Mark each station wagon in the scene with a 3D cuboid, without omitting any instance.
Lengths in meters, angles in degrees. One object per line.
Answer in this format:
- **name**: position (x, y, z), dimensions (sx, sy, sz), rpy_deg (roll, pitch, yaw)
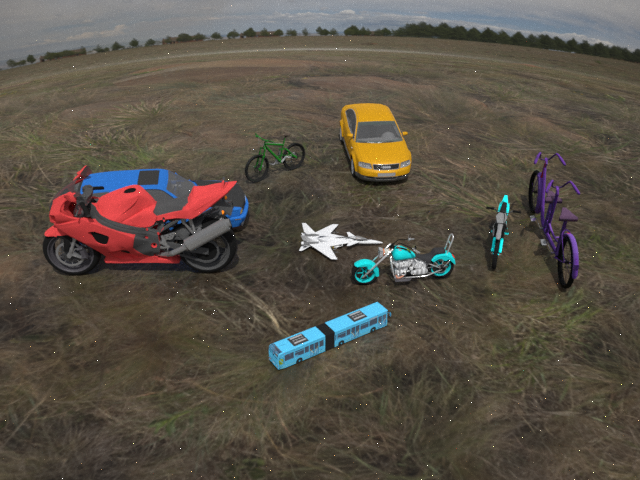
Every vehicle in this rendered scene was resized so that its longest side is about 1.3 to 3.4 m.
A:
- **station wagon**: position (-2.777, -0.657, 11.857), dimensions (3.105, 0.920, 1.327), rpy_deg (-4, 30, -7)

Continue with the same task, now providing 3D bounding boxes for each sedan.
- **sedan**: position (1.110, -2.162, 14.451), dimensions (1.235, 0.940, 3.137), rpy_deg (-3, 30, -5)

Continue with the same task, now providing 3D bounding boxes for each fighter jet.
- **fighter jet**: position (0.351, -0.043, 11.427), dimensions (1.358, 0.286, 1.147), rpy_deg (1, 30, 2)

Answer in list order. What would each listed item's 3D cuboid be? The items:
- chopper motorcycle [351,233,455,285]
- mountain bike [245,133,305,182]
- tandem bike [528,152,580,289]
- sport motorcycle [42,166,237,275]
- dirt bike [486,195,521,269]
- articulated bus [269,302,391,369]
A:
- **chopper motorcycle**: position (1.248, 0.285, 10.381), dimensions (1.563, 0.761, 0.466), rpy_deg (-3, 30, -6)
- **mountain bike**: position (-0.868, -1.659, 13.650), dimensions (1.469, 0.868, 0.573), rpy_deg (-23, 37, -34)
- **tandem bike**: position (3.701, -0.475, 11.134), dimensions (0.550, 1.326, 3.192), rpy_deg (2, 30, 3)
- **sport motorcycle**: position (-2.677, -0.202, 10.390), dimensions (2.955, 1.596, 0.983), rpy_deg (-1, 30, -3)
- **dirt bike**: position (2.871, -0.189, 11.107), dimensions (0.527, 0.857, 1.493), rpy_deg (9, 31, 15)
- **articulated bus**: position (0.147, 1.241, 9.193), dimensions (1.749, 0.289, 0.311), rpy_deg (-18, 35, -28)
